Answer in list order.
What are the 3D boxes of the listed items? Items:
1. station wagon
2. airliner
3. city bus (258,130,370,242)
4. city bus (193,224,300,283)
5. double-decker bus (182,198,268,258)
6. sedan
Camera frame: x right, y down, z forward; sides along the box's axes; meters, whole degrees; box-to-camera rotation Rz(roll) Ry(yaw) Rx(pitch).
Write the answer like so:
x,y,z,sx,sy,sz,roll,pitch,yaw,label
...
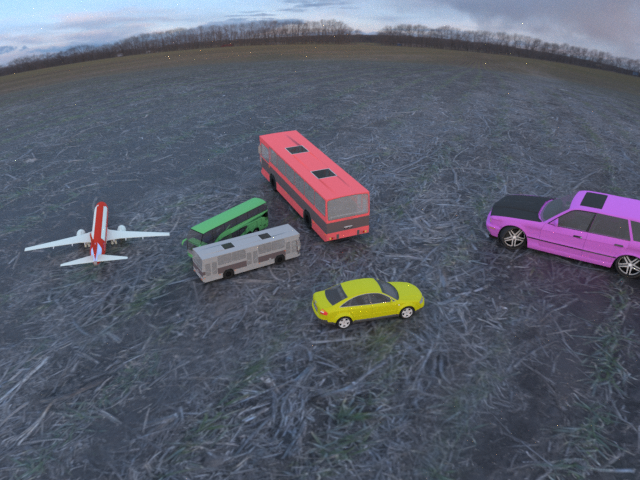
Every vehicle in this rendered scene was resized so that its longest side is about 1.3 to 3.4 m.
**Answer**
x,y,z,sx,sy,sz,roll,pitch,yaw,label
4.302,-0.259,11.381,3.105,0.920,1.327,15,32,25,station wagon
-3.651,-0.270,11.490,2.257,0.835,2.541,-6,29,-12,airliner
-0.188,-1.033,12.819,0.926,0.894,3.255,-12,31,-21,city bus
-1.136,0.214,10.998,1.674,0.460,0.476,-15,32,-26,city bus
-1.531,-0.175,11.623,0.389,0.541,1.672,21,35,34,double-decker bus
0.691,0.822,9.866,1.613,0.483,0.635,-7,30,-13,sedan
